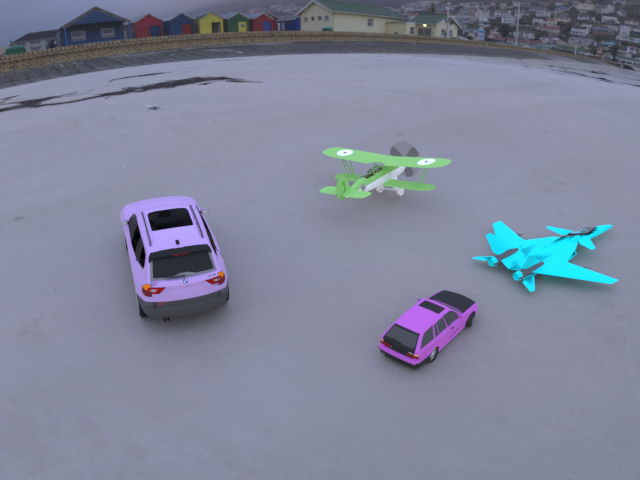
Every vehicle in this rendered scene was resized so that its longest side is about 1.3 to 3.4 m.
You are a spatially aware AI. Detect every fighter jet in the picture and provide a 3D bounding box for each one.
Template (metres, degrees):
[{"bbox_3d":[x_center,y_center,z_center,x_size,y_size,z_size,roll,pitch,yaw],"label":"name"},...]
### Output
[{"bbox_3d":[3.690,-0.024,10.698,2.640,0.557,2.229,-18,34,-30],"label":"fighter jet"}]

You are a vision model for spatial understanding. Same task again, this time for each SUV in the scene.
[{"bbox_3d":[-2.148,0.014,10.037,1.276,1.128,3.058,-9,30,-16],"label":"SUV"}]

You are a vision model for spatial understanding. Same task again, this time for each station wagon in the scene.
[{"bbox_3d":[1.419,1.024,8.880,0.682,0.473,1.597,22,35,34],"label":"station wagon"}]

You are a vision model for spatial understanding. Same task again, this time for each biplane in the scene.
[{"bbox_3d":[0.913,-1.100,12.215,2.598,0.981,2.120,21,35,33],"label":"biplane"}]
